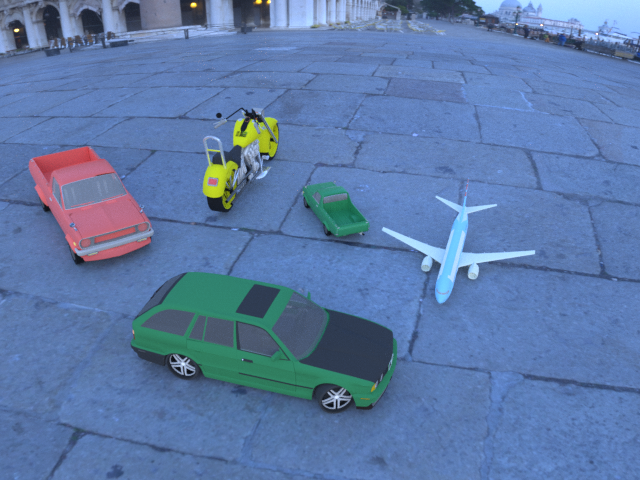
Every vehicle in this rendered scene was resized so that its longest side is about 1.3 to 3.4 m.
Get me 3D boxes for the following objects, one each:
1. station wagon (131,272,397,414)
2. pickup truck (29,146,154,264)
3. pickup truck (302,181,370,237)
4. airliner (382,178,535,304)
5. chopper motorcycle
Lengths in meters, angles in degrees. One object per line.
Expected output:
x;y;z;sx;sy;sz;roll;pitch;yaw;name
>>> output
-0.637;1.083;8.217;3.105;0.920;1.327;9;33;15;station wagon
-3.713;-0.737;11.112;1.244;0.993;3.117;-18;36;-27;pickup truck
0.229;-0.543;11.257;0.640;0.511;1.603;-11;33;-18;pickup truck
1.948;-0.013;10.084;2.257;0.835;2.541;9;33;15;airliner
-1.291;-1.631;12.104;0.906;1.480;3.040;8;32;13;chopper motorcycle
